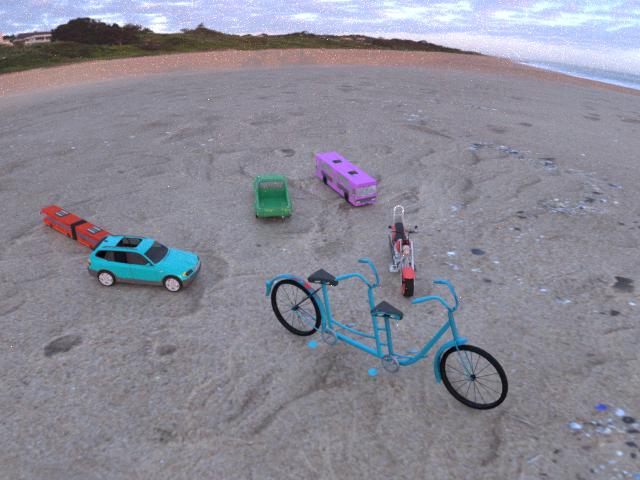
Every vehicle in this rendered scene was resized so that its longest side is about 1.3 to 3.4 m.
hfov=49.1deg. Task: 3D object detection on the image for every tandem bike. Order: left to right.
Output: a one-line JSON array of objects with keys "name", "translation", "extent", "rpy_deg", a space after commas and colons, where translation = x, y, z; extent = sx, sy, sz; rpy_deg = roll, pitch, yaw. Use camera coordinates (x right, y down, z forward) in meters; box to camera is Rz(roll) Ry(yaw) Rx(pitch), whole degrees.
[{"name": "tandem bike", "translation": [0.627, 0.885, 7.867], "extent": [3.192, 1.326, 0.550], "rpy_deg": [18, 32, 31]}]

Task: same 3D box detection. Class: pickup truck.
[{"name": "pickup truck", "translation": [-0.834, -0.813, 12.126], "extent": [0.640, 0.511, 1.603], "rpy_deg": [-3, 27, -5]}]

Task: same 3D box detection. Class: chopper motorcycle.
[{"name": "chopper motorcycle", "translation": [1.180, 0.141, 9.962], "extent": [0.466, 0.761, 1.563], "rpy_deg": [0, 27, -1]}]

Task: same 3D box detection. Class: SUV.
[{"name": "SUV", "translation": [-2.476, 0.294, 9.861], "extent": [1.572, 0.580, 0.656], "rpy_deg": [4, 27, 8]}]

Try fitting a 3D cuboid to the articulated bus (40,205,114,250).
[{"name": "articulated bus", "translation": [-3.854, -0.181, 11.122], "extent": [1.749, 0.289, 0.311], "rpy_deg": [22, 34, 36]}]

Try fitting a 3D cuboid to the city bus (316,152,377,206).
[{"name": "city bus", "translation": [0.453, -1.114, 12.776], "extent": [0.476, 0.460, 1.674], "rpy_deg": [-12, 29, -22]}]
